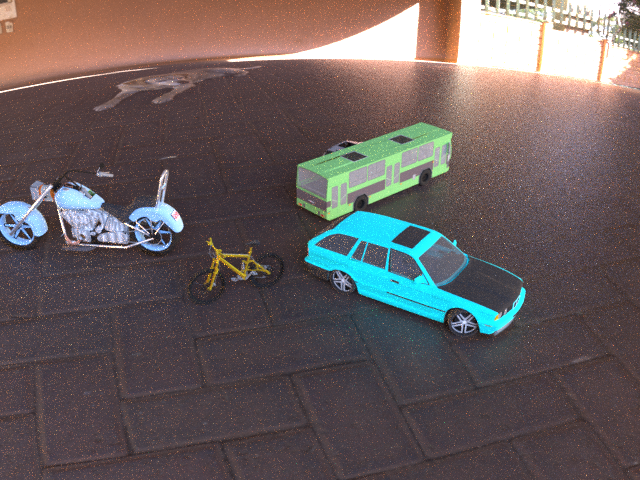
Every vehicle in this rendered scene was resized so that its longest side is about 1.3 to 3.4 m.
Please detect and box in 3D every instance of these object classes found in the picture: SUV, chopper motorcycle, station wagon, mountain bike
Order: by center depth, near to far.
[{"bbox_3d":[-1.170,0.410,9.829,1.469,0.868,0.573,-14,32,-24],"label":"mountain bike"},{"bbox_3d":[1.318,0.362,9.861,3.105,0.920,1.327,18,34,29],"label":"station wagon"},{"bbox_3d":[-3.614,-0.464,10.768,3.040,1.480,0.906,4,29,7],"label":"chopper motorcycle"},{"bbox_3d":[0.652,-1.671,13.856,0.656,0.580,1.572,22,36,33],"label":"SUV"}]

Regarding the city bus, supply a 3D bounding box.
[{"bbox_3d":[1.064,-1.276,12.825,3.255,0.894,0.926,-24,37,-36],"label":"city bus"}]
